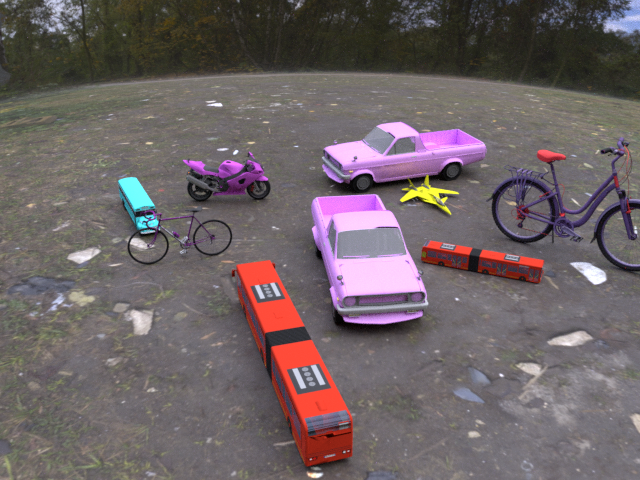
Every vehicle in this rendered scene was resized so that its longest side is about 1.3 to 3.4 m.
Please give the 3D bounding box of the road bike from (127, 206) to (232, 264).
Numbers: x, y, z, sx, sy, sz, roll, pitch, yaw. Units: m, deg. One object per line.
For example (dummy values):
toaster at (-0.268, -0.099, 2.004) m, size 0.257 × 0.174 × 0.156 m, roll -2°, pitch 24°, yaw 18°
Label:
road bike at (-2.068, -0.086, 10.354) m, size 1.545 × 0.852 × 0.358 m, roll -8°, pitch 27°, yaw -16°

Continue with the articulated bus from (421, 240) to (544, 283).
articulated bus at (2.356, 0.309, 10.186) m, size 1.749 × 0.289 × 0.311 m, roll 10°, pitch 28°, yaw 20°

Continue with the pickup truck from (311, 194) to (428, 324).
pickup truck at (0.599, 0.074, 9.863) m, size 1.244 × 0.993 × 3.117 m, roll -3°, pitch 26°, yaw -6°

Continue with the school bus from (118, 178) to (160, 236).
school bus at (-3.069, -0.579, 11.845) m, size 0.365 × 0.434 × 1.708 m, roll -12°, pitch 28°, yaw -23°

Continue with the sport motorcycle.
sport motorcycle at (-1.645, -1.096, 12.466) m, size 1.520 × 0.821 × 0.506 m, roll -2°, pitch 26°, yaw -3°

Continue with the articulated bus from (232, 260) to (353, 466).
articulated bus at (-0.402, 1.211, 8.021) m, size 0.605 × 0.561 × 3.401 m, roll -8°, pitch 27°, yaw -15°

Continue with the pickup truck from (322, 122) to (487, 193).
pickup truck at (1.625, -1.712, 13.536) m, size 3.117 × 0.993 × 1.244 m, roll -9°, pitch 27°, yaw -18°

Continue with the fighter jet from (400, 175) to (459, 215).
fighter jet at (2.009, -0.792, 12.452) m, size 1.147 × 0.286 × 1.358 m, roll -9°, pitch 27°, yaw -17°

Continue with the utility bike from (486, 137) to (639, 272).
utility bike at (3.854, -0.658, 10.402) m, size 2.791 × 1.839 × 1.039 m, roll 18°, pitch 31°, yaw 32°
